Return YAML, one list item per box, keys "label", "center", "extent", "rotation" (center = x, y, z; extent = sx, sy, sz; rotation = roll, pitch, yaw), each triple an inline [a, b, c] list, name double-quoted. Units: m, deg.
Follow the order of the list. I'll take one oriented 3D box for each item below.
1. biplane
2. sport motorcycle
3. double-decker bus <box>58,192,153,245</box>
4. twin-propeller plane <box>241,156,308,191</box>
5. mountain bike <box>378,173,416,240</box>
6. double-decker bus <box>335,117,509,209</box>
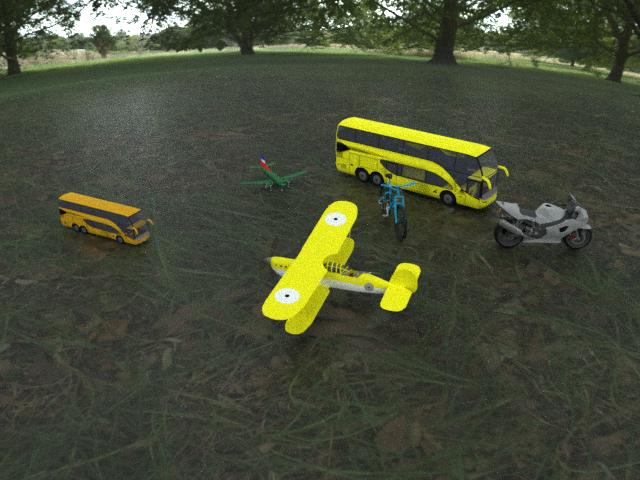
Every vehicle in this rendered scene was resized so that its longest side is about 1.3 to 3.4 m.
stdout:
- label: "biplane"
  center: [0.219, 0.487, 9.110]
  extent: [2.120, 0.981, 2.598]
  rotation: [10, 29, 19]
- label: "sport motorcycle"
  center: [3.418, -0.247, 10.713]
  extent: [1.520, 0.821, 0.506]
  rotation: [2, 27, 3]
- label: "double-decker bus"
  center: [-3.447, -0.337, 11.195]
  extent: [1.672, 0.541, 0.389]
  rotation: [13, 30, 24]
- label: "twin-propeller plane"
  center: [-0.880, -1.236, 13.092]
  extent: [1.370, 0.407, 1.095]
  rotation: [-13, 30, -24]
- label: "mountain bike"
  center: [1.186, -0.619, 11.385]
  extent: [0.573, 0.868, 1.469]
  rotation: [-5, 28, -9]
- label: "double-decker bus"
  center: [1.748, -1.415, 12.735]
  extent: [3.251, 1.052, 0.756]
  rotation: [19, 33, 32]
